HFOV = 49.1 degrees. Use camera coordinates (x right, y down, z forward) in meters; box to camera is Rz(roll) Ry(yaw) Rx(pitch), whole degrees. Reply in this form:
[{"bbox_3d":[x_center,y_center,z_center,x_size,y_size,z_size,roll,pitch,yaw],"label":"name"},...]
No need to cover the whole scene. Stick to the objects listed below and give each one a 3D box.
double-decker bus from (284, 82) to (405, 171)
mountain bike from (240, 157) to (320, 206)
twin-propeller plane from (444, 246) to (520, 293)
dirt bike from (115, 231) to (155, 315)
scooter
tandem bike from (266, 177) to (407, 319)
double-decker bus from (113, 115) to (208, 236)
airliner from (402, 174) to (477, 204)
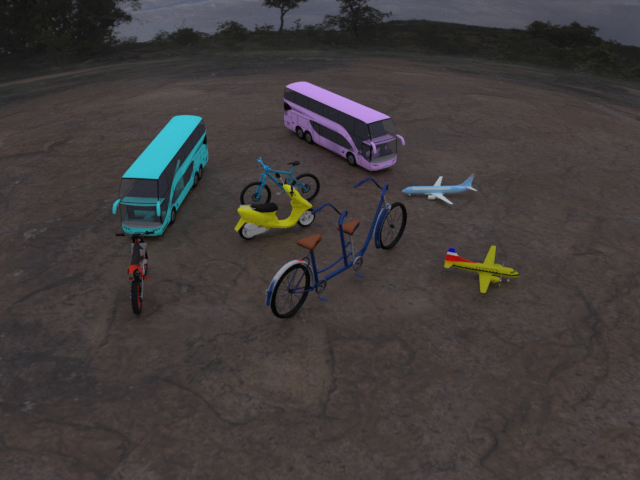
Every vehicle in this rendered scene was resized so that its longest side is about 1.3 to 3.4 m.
[{"bbox_3d":[0.378,-2.354,14.370,0.756,1.052,3.251,-19,35,-31],"label":"double-decker bus"},{"bbox_3d":[-0.682,-0.963,12.073,1.469,0.868,0.573,-12,31,-20],"label":"mountain bike"},{"bbox_3d":[2.357,0.365,10.169,1.095,0.407,1.370,9,31,16],"label":"twin-propeller plane"},{"bbox_3d":[-2.536,0.348,9.740,0.527,0.857,1.493,-4,29,-7],"label":"dirt bike"},{"bbox_3d":[-0.708,-0.517,11.223,1.399,0.919,0.662,-13,32,-23],"label":"scooter"},{"bbox_3d":[0.338,0.007,9.868,0.550,1.326,3.192,22,36,34],"label":"tandem bike"},{"bbox_3d":[-2.677,-1.171,12.256,0.756,1.052,3.251,3,29,5],"label":"double-decker bus"},{"bbox_3d":[2.129,-0.989,12.568,1.307,0.429,1.161,0,29,0],"label":"airliner"}]
